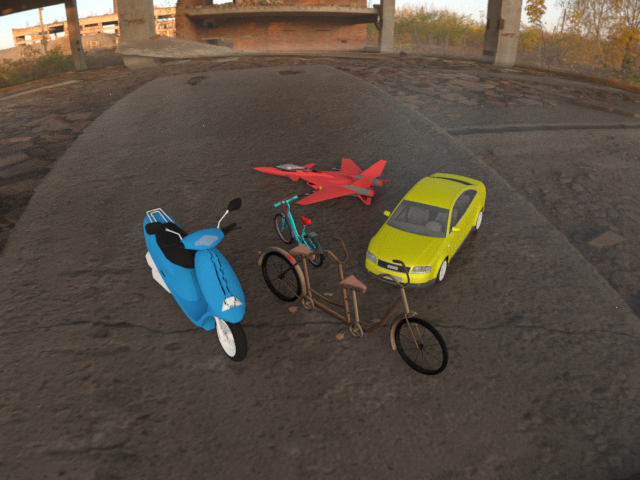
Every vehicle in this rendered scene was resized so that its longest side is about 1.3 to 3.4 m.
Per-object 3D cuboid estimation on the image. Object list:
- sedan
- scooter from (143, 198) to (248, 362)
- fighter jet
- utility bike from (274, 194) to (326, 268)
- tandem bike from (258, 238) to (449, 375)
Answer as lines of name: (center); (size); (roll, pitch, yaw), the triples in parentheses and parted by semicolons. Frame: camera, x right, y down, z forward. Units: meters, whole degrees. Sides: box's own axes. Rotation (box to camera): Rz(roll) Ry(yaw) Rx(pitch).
sedan: (1.733, -0.314, 11.066); (1.235, 0.940, 3.137); (14, 33, 24)
scooter: (-1.688, 0.290, 9.137); (1.288, 1.786, 2.721); (-19, 35, -30)
fighter jet: (-0.098, -1.294, 13.188); (2.640, 0.557, 2.229); (12, 32, 20)
utility bike: (-0.377, -0.156, 10.782); (0.535, 0.946, 1.435); (-18, 34, -29)
tandem bike: (0.312, 0.646, 8.976); (3.192, 1.326, 0.550); (24, 37, 36)
